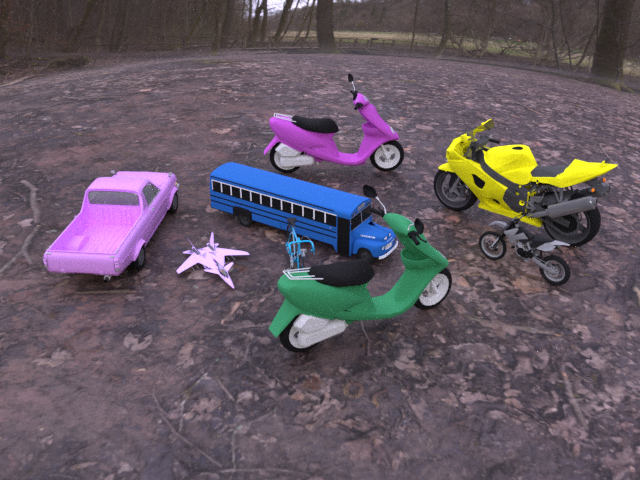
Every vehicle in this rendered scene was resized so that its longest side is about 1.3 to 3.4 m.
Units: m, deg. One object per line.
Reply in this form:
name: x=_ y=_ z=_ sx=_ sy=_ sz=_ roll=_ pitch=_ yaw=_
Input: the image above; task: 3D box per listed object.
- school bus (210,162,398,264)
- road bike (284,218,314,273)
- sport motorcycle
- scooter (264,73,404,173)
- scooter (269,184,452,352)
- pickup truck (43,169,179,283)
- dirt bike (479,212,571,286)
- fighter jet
school bus: x=-0.304 y=-0.482 z=11.339 sx=3.322 sy=0.844 sz=0.709 roll=17 pitch=33 yaw=28
road bike: x=-0.349 y=0.173 z=10.159 sx=0.358 sy=0.852 sz=1.545 roll=-6 pitch=30 yaw=-10
sport motorcycle: x=3.182 y=-0.921 z=11.354 sx=2.955 sy=1.596 sz=0.983 roll=21 pitch=35 yaw=32
scooter: x=0.280 y=-2.119 z=13.307 sx=2.721 sy=1.786 sz=1.288 roll=-1 pitch=29 yaw=-2
scooter: x=0.611 y=0.394 z=8.803 sx=2.721 sy=1.786 sz=1.288 roll=-15 pitch=32 yaw=-25
pickup truck: x=-3.179 y=-0.401 z=11.041 sx=1.244 sy=0.993 sz=3.117 roll=3 pitch=29 yaw=5
dirt bike: x=3.004 y=0.096 z=10.290 sx=1.493 sy=0.857 sz=0.527 roll=25 pitch=38 yaw=37
fighter jet: x=-1.557 y=0.324 z=10.468 sx=1.147 sy=0.286 sz=1.358 roll=-15 pitch=33 yaw=-25
